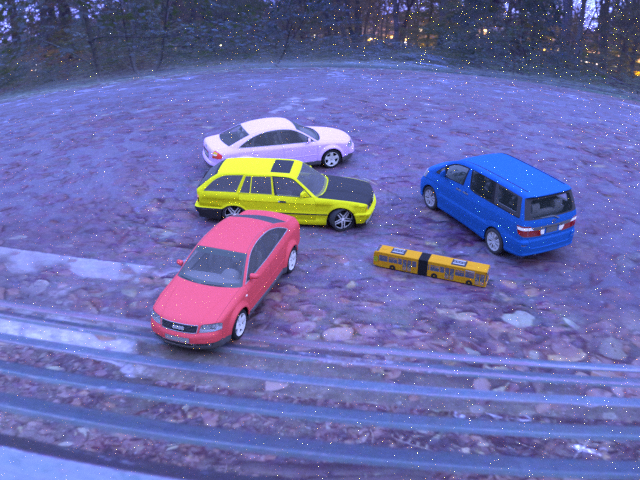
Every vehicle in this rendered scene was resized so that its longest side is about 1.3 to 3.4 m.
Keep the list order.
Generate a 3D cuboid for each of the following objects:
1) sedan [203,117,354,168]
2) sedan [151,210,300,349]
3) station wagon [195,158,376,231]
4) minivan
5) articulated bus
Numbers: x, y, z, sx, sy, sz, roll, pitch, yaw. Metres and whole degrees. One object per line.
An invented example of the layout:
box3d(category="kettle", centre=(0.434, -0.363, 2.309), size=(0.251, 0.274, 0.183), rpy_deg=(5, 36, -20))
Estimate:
box3d(category="sedan", centre=(-0.815, -1.972, 14.256), size=(3.137, 0.940, 1.235), rpy_deg=(-10, 30, -18))
box3d(category="sedan", centre=(-1.248, 0.364, 9.858), size=(1.235, 0.940, 3.137), rpy_deg=(9, 29, 17))
box3d(category="station wagon", centre=(-0.572, -0.867, 12.197), size=(3.105, 0.920, 1.327), rpy_deg=(3, 28, 5))
box3d(category="minivan", centre=(2.878, -0.790, 11.757), size=(1.324, 1.197, 3.011), rpy_deg=(-12, 30, -22))
box3d(category="articulated bus", centre=(1.669, 0.382, 10.519), size=(1.749, 0.289, 0.311), rpy_deg=(11, 30, 20))
